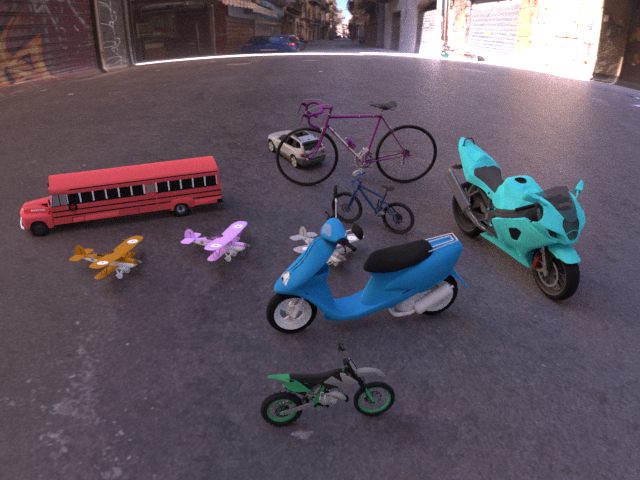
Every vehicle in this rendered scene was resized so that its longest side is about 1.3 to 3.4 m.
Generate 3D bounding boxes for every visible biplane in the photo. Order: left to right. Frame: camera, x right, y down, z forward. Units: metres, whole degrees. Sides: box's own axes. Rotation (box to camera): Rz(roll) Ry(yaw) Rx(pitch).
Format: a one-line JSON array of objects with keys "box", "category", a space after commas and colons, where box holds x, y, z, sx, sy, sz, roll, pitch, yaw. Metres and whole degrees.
[{"box": [-3.127, 0.273, 10.375, 1.090, 0.504, 1.336, 7, 30, 12], "category": "biplane"}, {"box": [-1.579, 0.031, 10.806, 1.090, 0.504, 1.336, 8, 30, 13], "category": "biplane"}, {"box": [0.043, 0.107, 10.670, 1.336, 0.504, 1.090, -23, 37, -35], "category": "biplane"}]

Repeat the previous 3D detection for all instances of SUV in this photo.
[{"box": [-0.492, -1.965, 14.279, 0.656, 0.580, 1.572, -17, 33, -27], "category": "SUV"}]

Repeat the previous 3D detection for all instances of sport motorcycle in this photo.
[{"box": [2.864, -0.377, 10.417, 0.983, 1.596, 2.955, -12, 31, -20], "category": "sport motorcycle"}]

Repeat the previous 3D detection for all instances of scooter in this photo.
[{"box": [0.634, 0.321, 8.980, 2.721, 1.786, 1.288, -6, 30, -11], "category": "scooter"}]

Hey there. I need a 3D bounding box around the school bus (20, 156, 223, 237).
[{"box": [-3.368, -0.779, 11.900, 3.322, 0.844, 0.709, -9, 31, -16], "category": "school bus"}]

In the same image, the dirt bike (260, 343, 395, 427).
[{"box": [0.092, 1.629, 7.602, 1.493, 0.857, 0.527, -4, 30, -7], "category": "dirt bike"}]

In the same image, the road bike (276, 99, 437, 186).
[{"box": [0.683, -1.775, 12.843, 3.004, 1.656, 0.696, -2, 29, -4], "category": "road bike"}]

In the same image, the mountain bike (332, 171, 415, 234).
[{"box": [0.865, -0.590, 11.539, 1.469, 0.868, 0.573, 13, 32, 22], "category": "mountain bike"}]
